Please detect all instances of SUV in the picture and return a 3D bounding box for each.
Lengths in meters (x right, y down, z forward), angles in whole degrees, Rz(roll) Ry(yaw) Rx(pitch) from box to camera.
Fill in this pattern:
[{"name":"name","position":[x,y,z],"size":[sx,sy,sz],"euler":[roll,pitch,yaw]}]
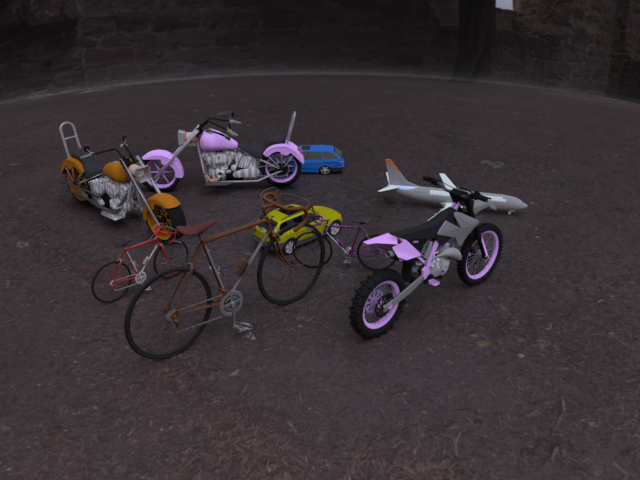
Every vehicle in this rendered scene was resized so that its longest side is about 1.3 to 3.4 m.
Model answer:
[{"name":"SUV","position":[-0.337,-0.270,11.129],"size":[1.572,0.580,0.656],"euler":[-23,34,-38]}]

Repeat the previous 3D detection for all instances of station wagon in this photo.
[{"name":"station wagon","position":[-0.312,-1.639,14.075],"size":[1.597,0.473,0.682],"euler":[1,26,1]}]

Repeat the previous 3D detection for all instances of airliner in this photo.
[{"name":"airliner","position":[2.331,-0.920,12.177],"size":[2.541,0.835,2.257],"euler":[6,27,12]}]

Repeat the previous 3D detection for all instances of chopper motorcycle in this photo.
[{"name":"chopper motorcycle","position":[-3.337,-0.985,11.573],"size":[3.040,1.480,0.906],"euler":[20,32,35]},{"name":"chopper motorcycle","position":[-1.813,-1.625,12.894],"size":[3.040,1.480,0.906],"euler":[-1,26,-3]}]

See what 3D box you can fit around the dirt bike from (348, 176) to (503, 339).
[{"name":"dirt bike","position":[1.470,0.149,9.022],"size":[2.903,1.666,1.024],"euler":[-21,33,-36]}]

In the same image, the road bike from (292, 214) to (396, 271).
[{"name":"road bike","position":[0.361,0.051,10.157],"size":[1.545,0.852,0.358],"euler":[2,26,5]}]

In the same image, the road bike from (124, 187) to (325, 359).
[{"name":"road bike","position":[-1.053,0.365,8.587],"size":[3.004,1.656,0.697],"euler":[-21,33,-37]}]

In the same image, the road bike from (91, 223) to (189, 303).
[{"name":"road bike","position":[-2.456,0.305,9.634],"size":[0.358,0.852,1.545],"euler":[23,34,39]}]
